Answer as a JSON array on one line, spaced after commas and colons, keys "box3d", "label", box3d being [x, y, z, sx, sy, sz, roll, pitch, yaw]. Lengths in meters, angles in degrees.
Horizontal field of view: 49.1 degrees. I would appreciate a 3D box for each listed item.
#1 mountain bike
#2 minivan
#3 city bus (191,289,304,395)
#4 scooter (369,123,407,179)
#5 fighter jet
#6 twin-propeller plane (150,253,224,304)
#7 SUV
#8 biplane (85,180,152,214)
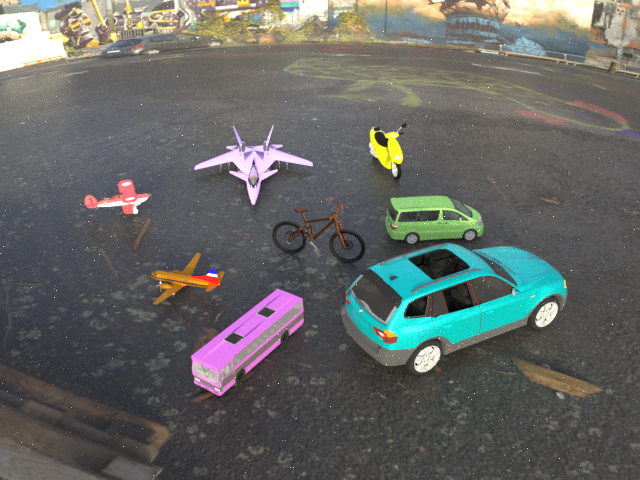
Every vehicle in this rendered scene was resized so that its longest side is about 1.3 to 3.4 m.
[{"box3d": [-0.029, -0.105, 10.488, 1.469, 0.868, 0.573, 9, 31, 14], "label": "mountain bike"}, {"box3d": [1.842, -0.356, 11.168, 1.548, 0.616, 0.681, -3, 31, -6], "label": "minivan"}, {"box3d": [-0.847, 1.232, 8.608, 0.476, 0.460, 1.674, 19, 35, 29], "label": "city bus"}, {"box3d": [1.256, -1.808, 13.347, 0.662, 0.919, 1.399, -10, 32, -16], "label": "scooter"}, {"box3d": [-1.237, -1.419, 13.042, 2.229, 0.557, 2.640, -2, 30, -4], "label": "fighter jet"}, {"box3d": [-1.918, 0.516, 9.884, 1.095, 0.407, 1.370, 9, 31, 15], "label": "twin-propeller plane"}, {"box3d": [1.771, 0.657, 8.930, 3.058, 1.128, 1.276, -15, 34, -24], "label": "SUV"}, {"box3d": [-3.396, -0.677, 11.825, 1.090, 0.504, 1.336, -10, 32, -16], "label": "biplane"}]
